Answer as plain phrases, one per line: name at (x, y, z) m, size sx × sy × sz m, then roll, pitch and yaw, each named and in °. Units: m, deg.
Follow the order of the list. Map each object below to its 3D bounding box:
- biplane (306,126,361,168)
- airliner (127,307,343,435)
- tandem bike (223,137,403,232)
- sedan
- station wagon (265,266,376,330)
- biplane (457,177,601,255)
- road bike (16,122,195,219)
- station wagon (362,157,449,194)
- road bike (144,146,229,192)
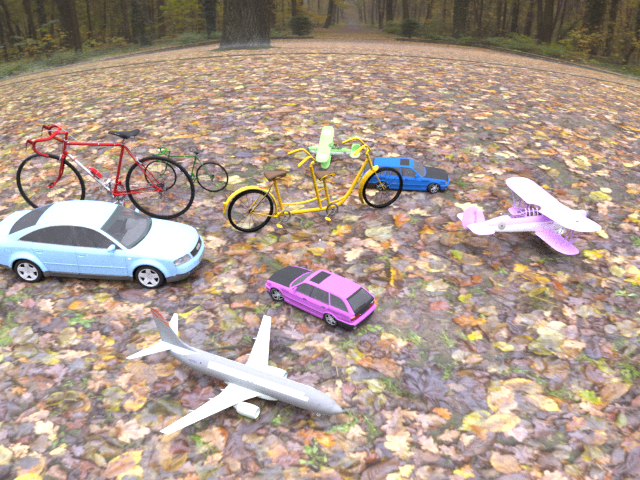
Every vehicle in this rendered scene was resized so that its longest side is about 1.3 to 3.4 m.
biplane at (0.260, -1.755, 13.770) m, size 1.090 × 0.504 × 1.336 m, roll 3°, pitch 31°, yaw 6°
airliner at (-0.902, 1.413, 8.039) m, size 2.541 × 0.835 × 2.257 m, roll 13°, pitch 33°, yaw 21°
tandem bike at (-0.056, -0.912, 11.519) m, size 3.192 × 1.326 × 0.550 m, roll -11°, pitch 32°, yaw -18°
sedan at (-3.292, -0.021, 10.382) m, size 3.137 × 0.940 × 1.235 m, roll 3°, pitch 31°, yaw 5°
station wagon at (-0.022, 0.693, 9.624) m, size 1.597 × 0.473 × 0.682 m, roll 21°, pitch 36°, yaw 32°
biplane at (3.201, -0.320, 10.851) m, size 2.120 × 0.981 × 2.598 m, roll -5°, pitch 31°, yaw -8°
road bike at (-3.567, -1.096, 11.508) m, size 3.004 × 1.656 × 0.697 m, roll 2°, pitch 30°, yaw 3°
station wagon at (1.582, -1.222, 12.891) m, size 1.597 × 0.473 × 0.682 m, roll 3°, pitch 31°, yaw 6°
road bike at (-2.417, -1.260, 12.583) m, size 1.545 × 0.852 × 0.358 m, roll 2°, pitch 30°, yaw 4°
